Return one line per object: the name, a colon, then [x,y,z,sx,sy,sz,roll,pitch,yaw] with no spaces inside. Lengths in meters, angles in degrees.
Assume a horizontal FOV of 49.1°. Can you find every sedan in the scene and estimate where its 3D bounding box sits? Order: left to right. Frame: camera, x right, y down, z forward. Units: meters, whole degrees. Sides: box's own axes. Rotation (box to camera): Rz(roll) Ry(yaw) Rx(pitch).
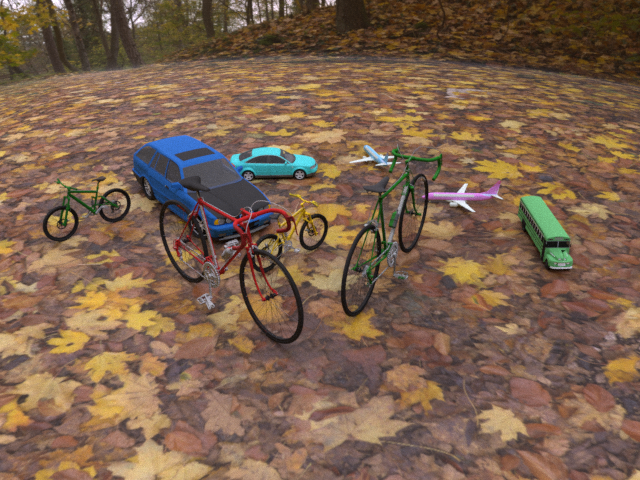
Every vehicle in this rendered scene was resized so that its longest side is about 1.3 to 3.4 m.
sedan: [-0.850,-1.415,12.774,1.613,0.483,0.635,-1,27,-3]

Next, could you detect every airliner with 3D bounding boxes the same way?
airliner: [1.067,-1.677,13.336,1.161,0.429,1.307,-8,28,-15]
airliner: [2.358,-0.804,11.655,1.307,0.429,1.161,2,27,4]

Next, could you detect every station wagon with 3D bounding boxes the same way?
station wagon: [-1.975,-0.963,11.428,1.327,0.920,3.105,-19,33,-32]

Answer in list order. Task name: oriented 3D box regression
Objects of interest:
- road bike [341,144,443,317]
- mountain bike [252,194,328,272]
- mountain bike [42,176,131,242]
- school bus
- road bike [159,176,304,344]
road bike: [0.933,-0.221,9.200,0.696,1.656,3.004,13,30,24]
mountain bike: [-0.409,-0.104,9.829,0.573,0.868,1.469,25,36,39]
mountain bike: [-3.547,-0.533,10.655,0.573,0.868,1.469,24,36,38]
school bus: [3.318,-0.117,10.325,0.365,0.434,1.708,0,27,-1]
road bike: [-1.193,0.119,8.545,0.696,1.656,3.004,-23,35,-36]
